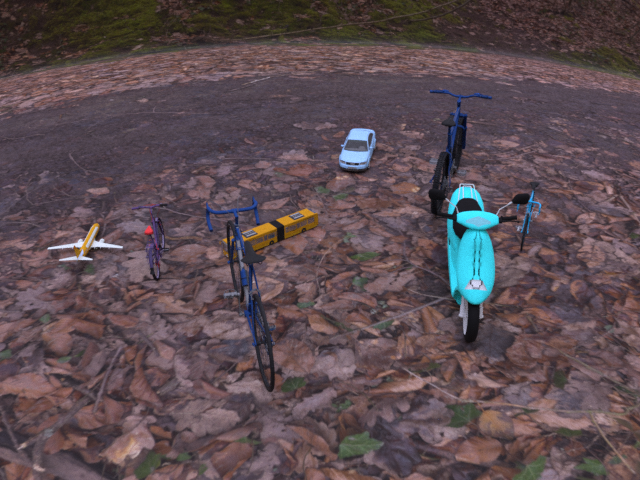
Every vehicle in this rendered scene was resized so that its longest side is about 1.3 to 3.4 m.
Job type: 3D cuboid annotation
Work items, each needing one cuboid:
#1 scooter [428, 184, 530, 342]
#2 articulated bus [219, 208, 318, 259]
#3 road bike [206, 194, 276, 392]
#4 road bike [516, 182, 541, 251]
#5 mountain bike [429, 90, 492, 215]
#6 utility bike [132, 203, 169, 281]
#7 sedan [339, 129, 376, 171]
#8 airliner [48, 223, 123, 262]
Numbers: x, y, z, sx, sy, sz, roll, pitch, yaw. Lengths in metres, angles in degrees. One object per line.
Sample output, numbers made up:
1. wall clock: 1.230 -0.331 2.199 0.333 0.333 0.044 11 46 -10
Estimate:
1. scooter: 2.071 -0.014 9.659 1.288 1.786 2.721 3 31 6
2. articulated bus: -0.785 -0.117 11.298 1.749 0.289 0.311 -22 37 -32
3. road bike: -0.929 0.538 8.859 0.697 1.656 3.004 -8 32 -14
4. road bike: 3.379 -0.452 11.311 0.358 0.852 1.545 11 32 18
5. mountain bike: 2.346 -1.655 12.517 1.114 1.688 2.857 10 32 16
6. utility bike: -2.525 -0.036 10.519 0.535 0.946 1.435 -3 31 -5
7. sedan: 0.764 -1.868 14.053 0.635 0.483 1.613 5 31 9
8. airliner: -3.672 -0.034 11.021 1.161 0.429 1.307 -1 31 -1
